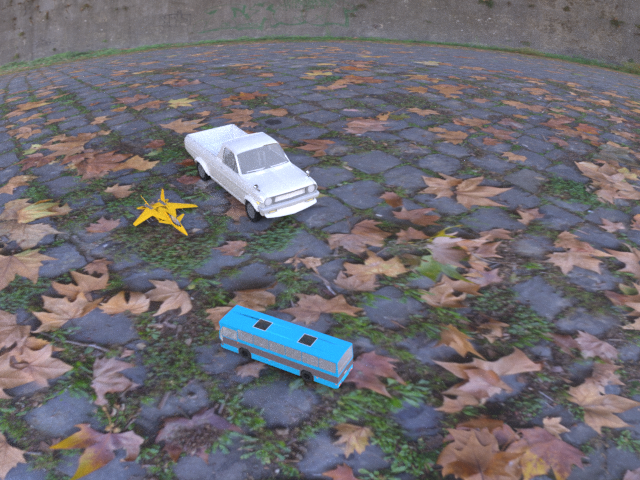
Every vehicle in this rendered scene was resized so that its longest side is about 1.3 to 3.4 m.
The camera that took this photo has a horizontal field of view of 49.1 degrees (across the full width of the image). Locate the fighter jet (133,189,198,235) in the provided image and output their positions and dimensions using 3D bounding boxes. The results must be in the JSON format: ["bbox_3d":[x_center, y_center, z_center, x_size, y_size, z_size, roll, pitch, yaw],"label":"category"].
[{"bbox_3d":[-2.527,-0.435,11.677,1.147,0.286,1.358,-20,37,-30],"label":"fighter jet"}]

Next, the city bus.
[{"bbox_3d":[-0.433,1.314,8.616,1.674,0.460,0.476,15,34,24],"label":"city bus"}]

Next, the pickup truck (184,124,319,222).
[{"bbox_3d":[-1.303,-1.380,12.558,1.244,0.993,3.117,-19,36,-29],"label":"pickup truck"}]
